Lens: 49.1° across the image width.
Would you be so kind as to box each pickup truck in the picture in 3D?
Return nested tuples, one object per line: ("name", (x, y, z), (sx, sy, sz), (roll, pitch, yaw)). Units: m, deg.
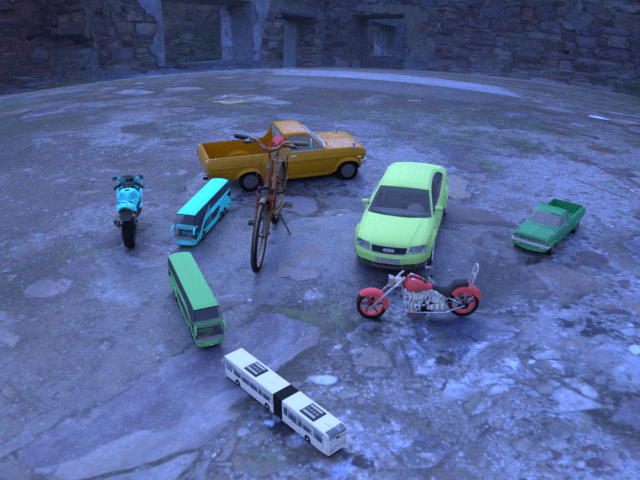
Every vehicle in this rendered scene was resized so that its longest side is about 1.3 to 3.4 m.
("pickup truck", (3.590, -0.286, 10.913), (0.640, 0.511, 1.603), (19, 32, 34))
("pickup truck", (-0.706, -1.658, 13.130), (3.117, 0.993, 1.244), (-8, 28, -16))

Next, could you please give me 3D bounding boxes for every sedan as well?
("sedan", (1.337, -0.548, 10.958), (1.235, 0.940, 3.137), (7, 27, 13))

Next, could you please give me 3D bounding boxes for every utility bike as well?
("utility bike", (-0.648, -0.786, 10.427), (1.039, 1.839, 2.791), (2, 27, 5))

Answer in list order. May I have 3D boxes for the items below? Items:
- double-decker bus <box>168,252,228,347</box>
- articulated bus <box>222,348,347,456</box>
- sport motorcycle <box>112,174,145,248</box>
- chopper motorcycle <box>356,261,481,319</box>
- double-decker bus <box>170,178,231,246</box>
("double-decker bus", (-1.579, 0.736, 8.824), (0.389, 0.541, 1.672), (-10, 28, -20))
("articulated bus", (-0.407, 1.641, 7.287), (0.311, 0.289, 1.749), (-22, 34, -36))
("sport motorcycle", (-2.988, -0.492, 10.977), (0.506, 0.821, 1.520), (-5, 27, -9))
("chopper motorcycle", (1.243, 0.635, 8.780), (1.563, 0.761, 0.466), (0, 26, 0))
("double-decker bus", (-1.867, -0.451, 11.210), (0.389, 0.541, 1.672), (6, 27, 12))
